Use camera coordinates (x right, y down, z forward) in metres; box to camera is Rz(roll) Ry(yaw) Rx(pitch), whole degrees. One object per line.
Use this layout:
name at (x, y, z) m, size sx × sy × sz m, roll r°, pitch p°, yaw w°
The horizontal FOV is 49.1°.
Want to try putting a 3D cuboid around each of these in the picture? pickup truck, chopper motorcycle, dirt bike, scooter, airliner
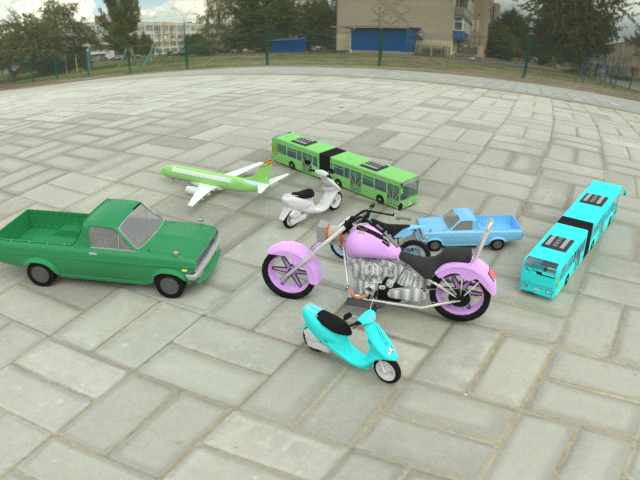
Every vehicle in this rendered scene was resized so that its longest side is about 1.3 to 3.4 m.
pickup truck at (2.285, -0.195, 10.783) m, size 1.603 × 0.511 × 0.640 m, roll -1°, pitch 27°, yaw -2°
chopper motorcycle at (0.711, 0.233, 8.889) m, size 3.040 × 1.480 × 0.906 m, roll 8°, pitch 28°, yaw 15°
dirt bike at (0.862, -0.027, 10.077) m, size 1.493 × 0.857 × 0.527 m, roll 8°, pitch 28°, yaw 15°
scooter at (-0.126, -0.762, 11.442) m, size 1.399 × 0.919 × 0.662 m, roll -24°, pitch 36°, yaw -39°
airliner at (-1.881, -1.245, 12.474) m, size 2.541 × 0.835 × 2.257 m, roll 13°, pitch 30°, yaw 24°
scooter at (0.324, 1.039, 7.932) m, size 1.399 × 0.919 × 0.662 m, roll 19°, pitch 33°, yaw 32°
pickup truck at (-3.008, 0.005, 9.866) m, size 3.117 × 0.993 × 1.244 m, roll 4°, pitch 28°, yaw 9°

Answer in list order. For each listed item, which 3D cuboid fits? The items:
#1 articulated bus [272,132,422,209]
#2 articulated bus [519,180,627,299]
articulated bus at (0.385, -1.340, 12.960) m, size 0.605 × 0.561 × 3.401 m, roll -24°, pitch 36°, yaw -38°
articulated bus at (3.858, -0.099, 10.542) m, size 0.605 × 0.561 × 3.401 m, roll 17°, pitch 32°, yaw 30°
